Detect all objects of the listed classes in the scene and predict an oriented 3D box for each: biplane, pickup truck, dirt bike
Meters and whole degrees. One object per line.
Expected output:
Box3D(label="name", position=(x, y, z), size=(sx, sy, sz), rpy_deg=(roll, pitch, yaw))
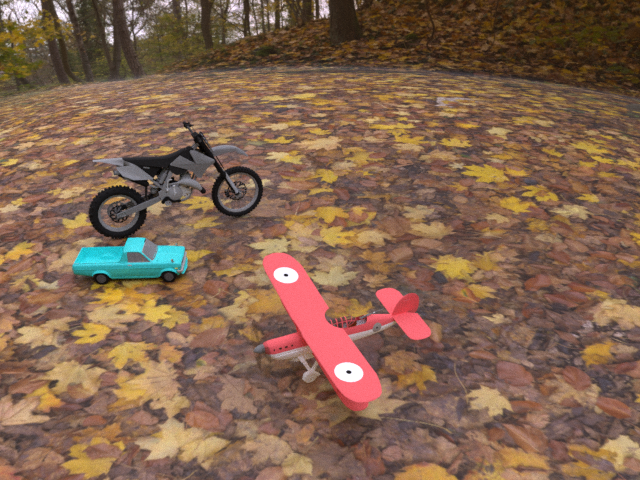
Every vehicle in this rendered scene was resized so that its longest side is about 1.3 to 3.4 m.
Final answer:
Box3D(label="biplane", position=(0.245, 1.077, 8.120), size=(2.120, 0.981, 2.598), rpy_deg=(-12, 29, -22))
Box3D(label="pickup truck", position=(-2.761, 0.273, 10.229), size=(1.603, 0.511, 0.640), rpy_deg=(-2, 27, -3))
Box3D(label="dirt bike", position=(-2.319, -0.970, 11.405), size=(2.903, 1.666, 1.024), rpy_deg=(-11, 29, -21))
